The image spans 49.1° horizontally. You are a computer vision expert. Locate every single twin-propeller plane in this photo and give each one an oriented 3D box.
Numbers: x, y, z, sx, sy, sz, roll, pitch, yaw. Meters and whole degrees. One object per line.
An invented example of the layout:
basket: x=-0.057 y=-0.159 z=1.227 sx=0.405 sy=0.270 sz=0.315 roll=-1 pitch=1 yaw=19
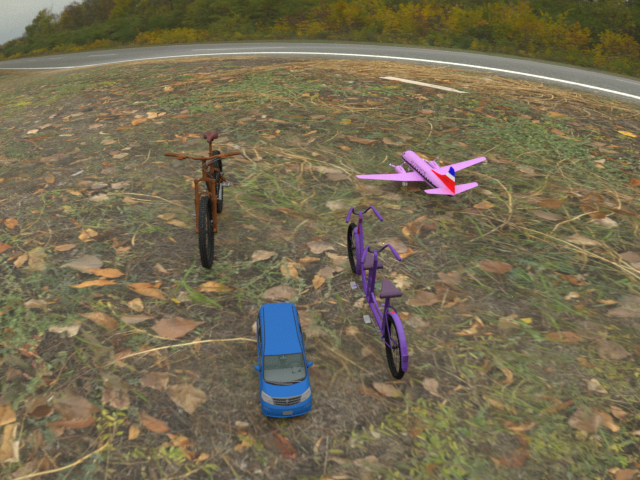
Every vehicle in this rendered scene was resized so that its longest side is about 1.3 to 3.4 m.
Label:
twin-propeller plane: x=1.990 y=-1.327 z=12.941 sx=2.663 sy=0.792 sz=2.129 roll=-10 pitch=32 yaw=-16

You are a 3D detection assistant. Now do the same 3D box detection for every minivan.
minivan: x=-0.455 y=1.411 z=8.419 sx=0.681 sy=0.616 sz=1.548 roll=-4 pitch=30 yaw=-6

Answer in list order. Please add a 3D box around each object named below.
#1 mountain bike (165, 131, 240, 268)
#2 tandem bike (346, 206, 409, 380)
mountain bike: x=-1.752 y=-0.821 z=11.182 sx=1.114 sy=1.688 sz=2.857 roll=-1 pitch=30 yaw=-2
tandem bike: x=0.710 y=0.495 z=9.285 sx=0.550 sy=1.326 sz=3.192 roll=-5 pitch=31 yaw=-8
